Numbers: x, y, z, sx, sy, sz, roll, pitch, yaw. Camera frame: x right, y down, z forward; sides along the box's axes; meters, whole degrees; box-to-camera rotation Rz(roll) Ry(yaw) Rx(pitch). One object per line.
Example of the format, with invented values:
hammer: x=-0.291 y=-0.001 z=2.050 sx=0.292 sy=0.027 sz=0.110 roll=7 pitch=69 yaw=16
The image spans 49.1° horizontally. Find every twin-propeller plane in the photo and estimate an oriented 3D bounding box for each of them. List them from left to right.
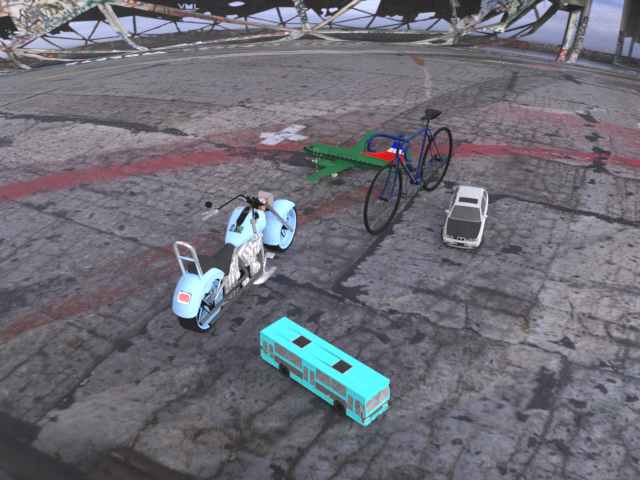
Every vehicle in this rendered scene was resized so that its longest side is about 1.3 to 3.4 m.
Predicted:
twin-propeller plane: x=0.606 y=-1.621 z=12.979 sx=2.129 sy=0.792 sz=2.663 roll=16 pitch=34 yaw=25

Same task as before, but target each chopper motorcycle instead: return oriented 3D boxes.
chopper motorcycle: x=-1.052 y=0.023 z=9.528 sx=0.906 sy=1.480 sz=3.040 roll=12 pitch=33 yaw=20

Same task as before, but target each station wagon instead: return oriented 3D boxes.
station wagon: x=2.357 y=-0.417 z=11.257 sx=0.682 sy=0.473 sz=1.597 roll=8 pitch=32 yaw=14

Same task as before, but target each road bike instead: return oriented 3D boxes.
road bike: x=1.524 y=-1.237 z=11.482 sx=0.696 sy=1.656 sz=3.004 roll=19 pitch=36 yaw=29

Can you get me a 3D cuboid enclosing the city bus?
city bus: x=0.022 y=1.491 z=8.047 sx=1.674 sy=0.460 sz=0.476 roll=26 pitch=39 yaw=36
